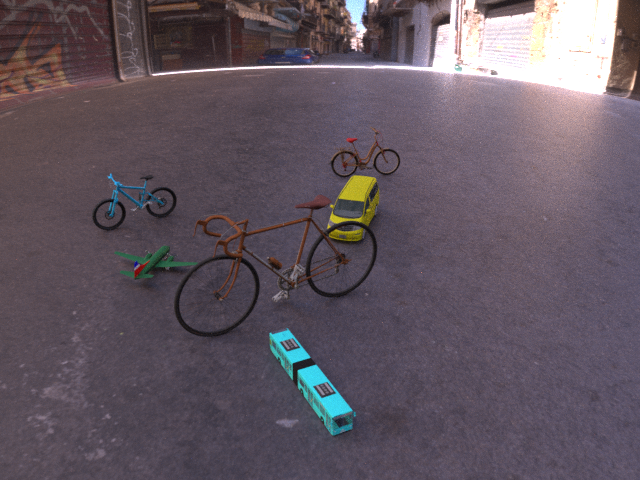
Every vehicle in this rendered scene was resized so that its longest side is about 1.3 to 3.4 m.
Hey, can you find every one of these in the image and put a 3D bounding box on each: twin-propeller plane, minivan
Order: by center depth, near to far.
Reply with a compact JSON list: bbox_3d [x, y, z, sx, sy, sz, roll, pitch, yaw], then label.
[{"bbox_3d":[-2.499,0.285,10.428,1.370,0.407,1.095,7,28,13],"label":"twin-propeller plane"},{"bbox_3d":[0.580,-0.541,11.793,0.681,0.616,1.548,8,28,14],"label":"minivan"}]

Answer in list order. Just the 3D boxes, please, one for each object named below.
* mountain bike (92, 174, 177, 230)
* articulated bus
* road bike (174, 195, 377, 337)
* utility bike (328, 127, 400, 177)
[{"bbox_3d":[-3.121,-0.676,11.779,1.469,0.868,0.573,-17,32,-29],"label":"mountain bike"},{"bbox_3d":[-0.136,1.585,8.054,0.311,0.289,1.749,-13,30,-23],"label":"articulated bus"},{"bbox_3d":[-0.487,0.269,9.105,3.004,1.656,0.696,-15,31,-27],"label":"road bike"},{"bbox_3d":[0.866,-1.718,13.700,1.435,0.946,0.535,-3,28,-7],"label":"utility bike"}]
